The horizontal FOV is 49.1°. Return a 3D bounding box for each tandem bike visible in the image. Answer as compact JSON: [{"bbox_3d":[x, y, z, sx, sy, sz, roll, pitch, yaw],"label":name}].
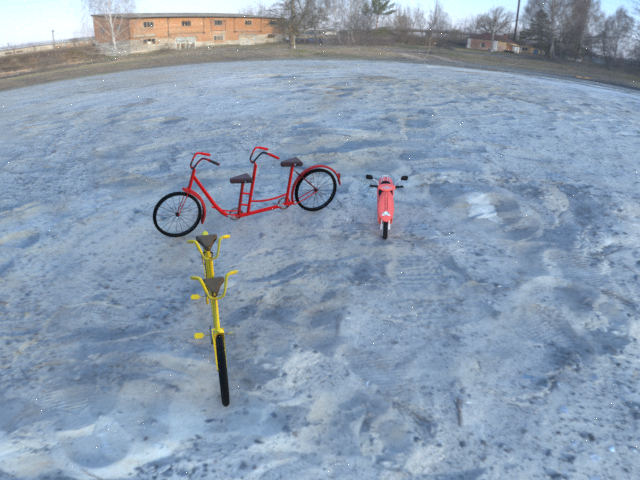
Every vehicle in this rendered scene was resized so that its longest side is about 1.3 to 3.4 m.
[{"bbox_3d":[-1.105,-0.859,11.175,3.192,1.326,0.550,-12,30,-21],"label":"tandem bike"},{"bbox_3d":[-1.291,0.605,8.433,0.550,1.326,3.192,-6,29,-10],"label":"tandem bike"}]

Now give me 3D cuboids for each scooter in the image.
[{"bbox_3d":[1.057,-0.681,11.274,0.662,0.919,1.399,2,28,4],"label":"scooter"}]
